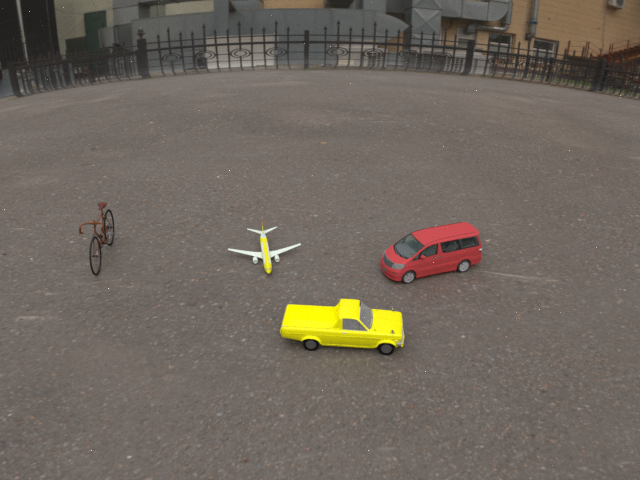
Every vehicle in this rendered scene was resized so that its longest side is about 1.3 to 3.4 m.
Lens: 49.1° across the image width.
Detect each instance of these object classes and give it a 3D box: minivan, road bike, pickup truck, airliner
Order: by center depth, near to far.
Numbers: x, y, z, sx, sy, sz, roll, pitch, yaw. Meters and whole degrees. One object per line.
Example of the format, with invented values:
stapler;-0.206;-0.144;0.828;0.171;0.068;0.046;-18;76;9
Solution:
pickup truck;0.297;1.076;9.070;1.603;0.511;0.640;3;28;5
minivan;1.687;0.173;10.664;1.548;0.616;0.681;-10;29;-18
road bike;-3.407;-0.093;10.915;0.358;0.852;1.545;-1;28;-2
airliner;-0.863;0.090;11.019;1.161;0.429;1.307;-4;28;-8
